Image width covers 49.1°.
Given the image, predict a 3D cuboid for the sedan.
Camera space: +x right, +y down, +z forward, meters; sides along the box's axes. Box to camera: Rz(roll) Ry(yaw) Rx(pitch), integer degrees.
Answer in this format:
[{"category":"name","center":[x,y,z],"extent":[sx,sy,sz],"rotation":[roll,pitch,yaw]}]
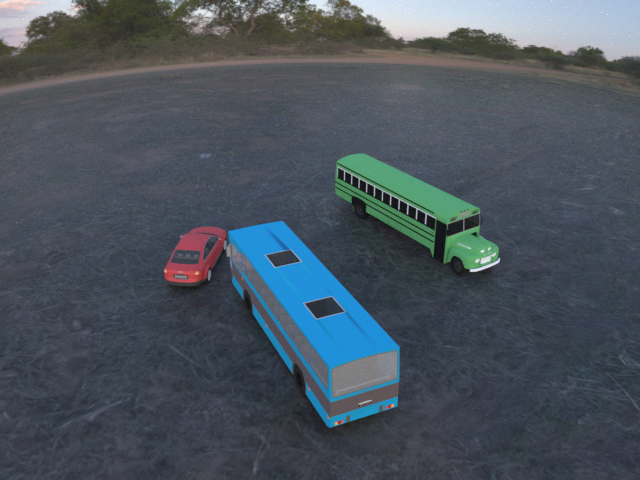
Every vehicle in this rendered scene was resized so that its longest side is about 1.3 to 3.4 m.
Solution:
[{"category":"sedan","center":[-1.793,0.148,10.218],"extent":[0.635,0.483,1.613],"rotation":[3,28,7]}]

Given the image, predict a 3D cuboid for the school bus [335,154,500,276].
[{"category":"school bus","center":[1.455,-0.476,11.029],"extent":[0.709,0.844,3.322],"rotation":[-17,32,-30]}]

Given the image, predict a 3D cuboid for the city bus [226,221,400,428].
[{"category":"city bus","center":[-0.208,0.872,8.378],"extent":[0.926,0.894,3.255],"rotation":[-12,30,-21]}]
